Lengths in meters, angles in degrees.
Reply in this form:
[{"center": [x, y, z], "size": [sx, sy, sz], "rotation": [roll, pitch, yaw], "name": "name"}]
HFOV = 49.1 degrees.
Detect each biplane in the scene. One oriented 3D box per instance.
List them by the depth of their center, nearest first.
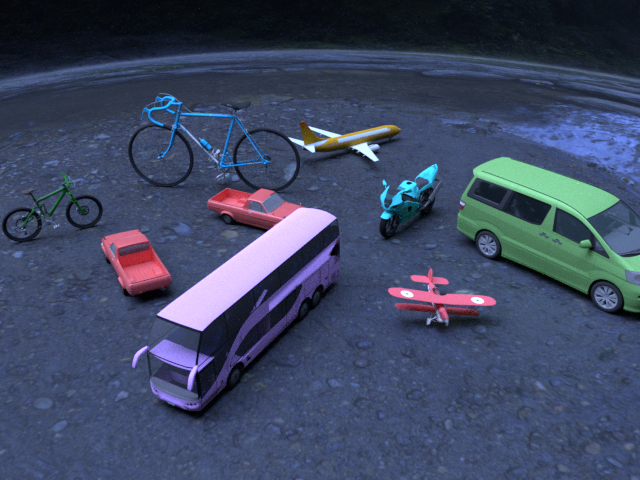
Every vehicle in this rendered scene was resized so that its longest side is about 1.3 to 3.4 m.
[{"center": [1.476, 0.735, 8.707], "size": [1.336, 0.504, 1.090], "rotation": [-2, 28, -4], "name": "biplane"}]

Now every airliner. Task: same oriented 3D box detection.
[{"center": [0.624, -2.125, 13.643], "size": [2.541, 0.835, 2.257], "rotation": [-19, 34, -30], "name": "airliner"}]

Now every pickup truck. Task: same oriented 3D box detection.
[{"center": [-2.538, 0.254, 9.589], "size": [0.640, 0.511, 1.603], "rotation": [-14, 32, -25], "name": "pickup truck"}, {"center": [-0.976, -0.508, 10.996], "size": [1.603, 0.511, 0.640], "rotation": [14, 31, 24], "name": "pickup truck"}]

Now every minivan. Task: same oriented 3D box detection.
[{"center": [3.370, -0.141, 9.597], "size": [1.324, 1.197, 3.011], "rotation": [-23, 36, -36], "name": "minivan"}]

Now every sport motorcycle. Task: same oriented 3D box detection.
[{"center": [1.386, -0.615, 10.868], "size": [0.506, 0.821, 1.520], "rotation": [21, 35, 33], "name": "sport motorcycle"}]

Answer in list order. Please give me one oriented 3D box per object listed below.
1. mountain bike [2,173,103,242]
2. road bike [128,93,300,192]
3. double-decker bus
[{"center": [-4.037, -0.467, 10.545], "size": [1.469, 0.868, 0.573], "rotation": [-15, 32, -25], "name": "mountain bike"}, {"center": [-1.824, -1.610, 11.829], "size": [3.004, 1.656, 0.697], "rotation": [3, 29, 6], "name": "road bike"}, {"center": [-0.781, 0.709, 8.179], "size": [0.756, 1.052, 3.251], "rotation": [15, 32, 25], "name": "double-decker bus"}]
